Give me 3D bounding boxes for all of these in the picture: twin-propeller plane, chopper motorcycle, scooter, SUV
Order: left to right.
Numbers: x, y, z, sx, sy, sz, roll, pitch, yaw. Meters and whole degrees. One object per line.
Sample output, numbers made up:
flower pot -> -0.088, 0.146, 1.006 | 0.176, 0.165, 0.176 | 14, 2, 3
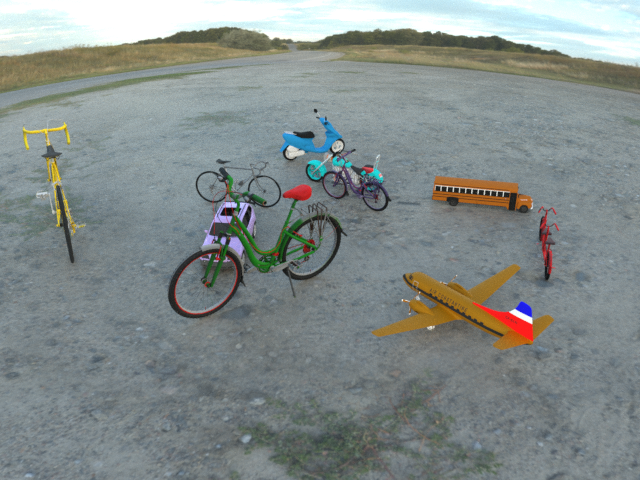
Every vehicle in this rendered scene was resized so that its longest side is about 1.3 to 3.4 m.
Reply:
SUV -> -1.379, -0.101, 10.624 | 0.656, 0.580, 1.572 | 2, 28, 5
scooter -> -0.142, -2.099, 14.088 | 1.399, 0.919, 0.662 | -10, 29, -19
chopper motorcycle -> 0.433, -1.319, 12.764 | 1.563, 0.761, 0.466 | 15, 31, 27
twin-propeller plane -> 1.795, 0.748, 8.767 | 2.663, 0.792, 2.129 | -20, 33, -33

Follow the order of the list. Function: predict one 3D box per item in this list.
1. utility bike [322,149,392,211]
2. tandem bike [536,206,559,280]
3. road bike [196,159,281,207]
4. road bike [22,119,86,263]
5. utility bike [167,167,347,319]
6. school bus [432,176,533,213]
utility bike -> 0.584, -1.002, 11.955 | 1.435, 0.946, 0.535 | 19, 33, 32
tandem bike -> 3.347, -0.018, 10.354 | 0.283, 0.682, 1.642 | 6, 28, 11
road bike -> -1.417, -0.989, 12.032 | 1.545, 0.852, 0.358 | 6, 28, 11
road bike -> -4.092, -0.842, 10.880 | 0.697, 1.656, 3.004 | -11, 30, -20
utility bike -> -0.681, -0.004, 9.076 | 2.791, 1.839, 1.039 | -19, 33, -32
school bus -> 2.818, -0.801, 12.124 | 1.708, 0.434, 0.365 | 6, 28, 12
